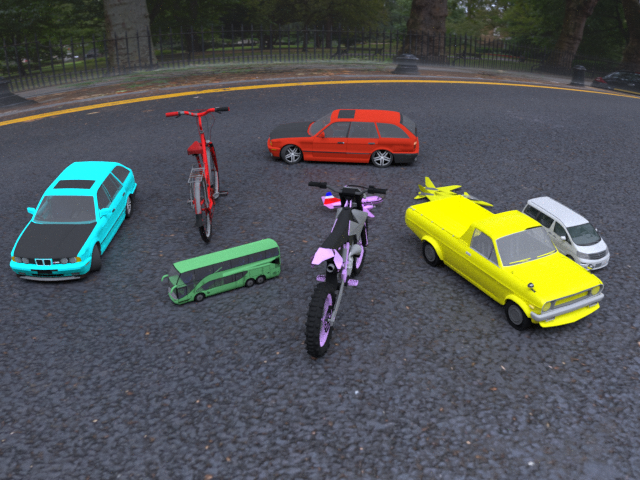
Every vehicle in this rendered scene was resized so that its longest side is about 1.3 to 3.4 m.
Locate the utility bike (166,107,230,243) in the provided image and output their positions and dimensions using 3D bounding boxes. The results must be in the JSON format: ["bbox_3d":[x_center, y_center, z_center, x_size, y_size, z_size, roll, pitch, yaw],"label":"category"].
[{"bbox_3d":[-1.976,-1.181,11.482,1.039,1.839,2.791,-1,28,-3],"label":"utility bike"}]

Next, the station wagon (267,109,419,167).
[{"bbox_3d":[0.469,-2.150,14.331,3.105,0.920,1.327,3,28,5],"label":"station wagon"}]

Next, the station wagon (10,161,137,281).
[{"bbox_3d":[-3.825,-0.439,11.052,1.327,0.920,3.105,0,28,1],"label":"station wagon"}]

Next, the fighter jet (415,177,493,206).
[{"bbox_3d":[2.421,-0.811,12.450,1.358,0.286,1.147,13,30,23],"label":"fighter jet"}]

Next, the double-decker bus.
[{"bbox_3d":[-1.348,0.441,9.777,1.672,0.541,0.389,-15,31,-27],"label":"double-decker bus"}]

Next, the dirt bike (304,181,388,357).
[{"bbox_3d":[0.267,0.169,9.081,1.024,1.666,2.903,7,28,14],"label":"dirt bike"}]

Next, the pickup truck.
[{"bbox_3d":[2.489,0.115,9.914,1.244,0.993,3.117,-14,30,-24],"label":"pickup truck"}]

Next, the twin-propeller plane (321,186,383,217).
[{"bbox_3d":[0.585,-0.694,12.097,1.095,0.407,1.370,-8,29,-15],"label":"twin-propeller plane"}]

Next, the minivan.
[{"bbox_3d":[3.752,-0.107,10.747,0.681,0.616,1.548,-11,30,-20],"label":"minivan"}]
